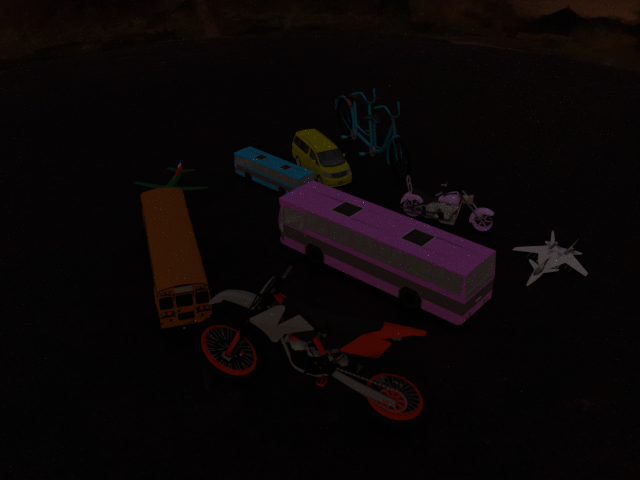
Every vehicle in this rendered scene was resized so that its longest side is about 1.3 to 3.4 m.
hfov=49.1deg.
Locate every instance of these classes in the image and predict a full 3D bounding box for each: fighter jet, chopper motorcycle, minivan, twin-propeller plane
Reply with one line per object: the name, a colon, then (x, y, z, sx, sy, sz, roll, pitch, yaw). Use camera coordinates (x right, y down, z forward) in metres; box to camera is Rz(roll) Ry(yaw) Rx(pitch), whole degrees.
fighter jet: (3.364, 0.301, 10.368, 1.147, 0.286, 1.358, 23, 38, 32)
chopper motorcycle: (2.079, -0.589, 11.376, 1.563, 0.761, 0.466, 11, 33, 18)
minivan: (0.028, -1.531, 13.068, 0.681, 0.616, 1.548, -14, 34, -22)
twin-propeller plane: (-2.633, -1.051, 12.479, 1.370, 0.407, 1.095, 5, 32, 7)

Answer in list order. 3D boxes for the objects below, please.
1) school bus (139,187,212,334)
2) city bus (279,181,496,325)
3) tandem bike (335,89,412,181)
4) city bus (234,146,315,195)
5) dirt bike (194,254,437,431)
school bus: (-2.151, 0.101, 10.161, 0.709, 0.844, 3.322, -9, 32, -14)
city bus: (0.855, 0.134, 10.059, 3.255, 0.894, 0.926, 24, 39, 34)
tandem bike: (0.981, -2.263, 13.589, 0.550, 1.326, 3.192, -13, 34, -20)
city bus: (-0.844, -1.204, 12.679, 1.674, 0.460, 0.476, 25, 39, 35)
dirt bike: (-0.129, 1.154, 7.636, 2.903, 1.666, 1.024, 12, 33, 18)
